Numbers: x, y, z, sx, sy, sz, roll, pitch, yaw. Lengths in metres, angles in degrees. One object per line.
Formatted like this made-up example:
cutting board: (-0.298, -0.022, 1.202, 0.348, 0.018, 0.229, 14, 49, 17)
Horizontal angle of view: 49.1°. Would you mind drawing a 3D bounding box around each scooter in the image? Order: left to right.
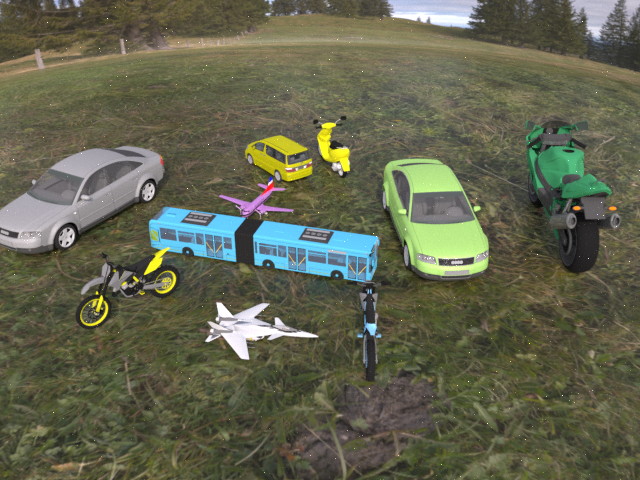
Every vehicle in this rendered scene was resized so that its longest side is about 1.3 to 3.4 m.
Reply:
scooter: (0.237, -1.769, 12.954, 0.662, 0.919, 1.399, -11, 32, -18)

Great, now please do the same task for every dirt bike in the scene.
dirt bike: (-2.451, 0.563, 8.957, 1.493, 0.857, 0.527, -25, 38, -36)
dirt bike: (0.574, 0.944, 8.294, 0.527, 0.857, 1.493, 1, 30, 1)

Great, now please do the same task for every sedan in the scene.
sedan: (-3.823, -0.806, 11.258, 1.235, 0.940, 3.137, 16, 33, 25)
sedan: (1.715, -0.491, 10.708, 1.235, 0.940, 3.137, -2, 30, -4)

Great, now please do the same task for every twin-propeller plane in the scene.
twin-propeller plane: (-1.017, -0.678, 11.569, 1.370, 0.407, 1.095, 12, 32, 20)

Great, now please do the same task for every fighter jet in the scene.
fighter jet: (-0.689, 1.063, 8.660, 1.358, 0.286, 1.147, 4, 30, 7)

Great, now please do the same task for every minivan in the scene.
minivan: (-0.792, -1.578, 12.926, 0.681, 0.616, 1.548, -20, 36, -31)

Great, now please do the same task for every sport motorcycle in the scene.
sport motorcycle: (3.652, -0.770, 10.534, 0.983, 1.596, 2.955, 0, 30, 1)

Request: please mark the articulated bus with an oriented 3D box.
articulated bus: (-0.828, 0.051, 10.146, 3.401, 0.561, 0.605, 8, 31, 14)
